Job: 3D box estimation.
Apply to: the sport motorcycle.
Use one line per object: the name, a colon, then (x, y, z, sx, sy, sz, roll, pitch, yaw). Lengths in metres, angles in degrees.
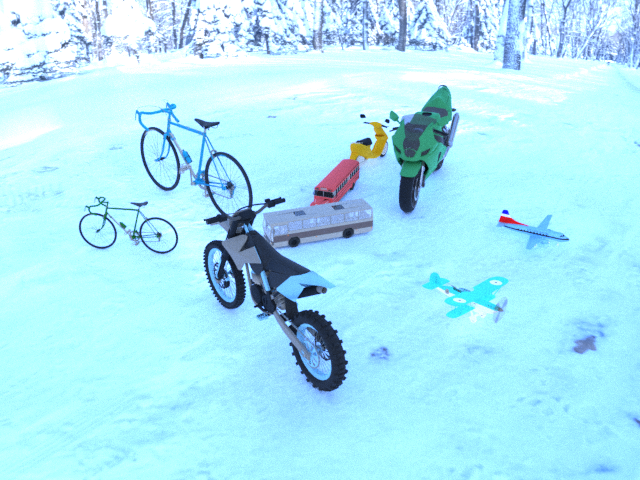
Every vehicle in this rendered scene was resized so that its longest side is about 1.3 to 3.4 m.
sport motorcycle: (1.854, -1.659, 12.301, 0.983, 1.596, 2.955, 9, 29, 18)

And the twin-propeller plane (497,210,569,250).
twin-propeller plane: (3.273, -0.184, 10.723, 1.095, 0.407, 1.370, 14, 30, 26)

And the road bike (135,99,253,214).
road bike: (-2.141, -1.353, 11.638, 3.004, 1.656, 0.696, 23, 35, 38)

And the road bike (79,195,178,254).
road bike: (-2.838, -0.213, 10.292, 1.545, 0.852, 0.358, 4, 27, 8)

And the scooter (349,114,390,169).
scooter: (0.962, -1.897, 13.511, 0.662, 0.919, 1.399, 17, 32, 30)

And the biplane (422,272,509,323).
biplane: (1.847, 0.707, 8.875, 1.090, 0.504, 1.336, 23, 35, 37)

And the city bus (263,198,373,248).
city bus: (-0.025, -0.249, 10.793, 1.674, 0.460, 0.476, -10, 29, -18)

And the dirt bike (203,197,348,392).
dirt bike: (-0.639, 0.485, 8.035, 1.024, 1.666, 2.903, -19, 33, -32)

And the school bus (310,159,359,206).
school bus: (0.262, -0.923, 12.137, 0.365, 0.434, 1.708, 10, 29, 19)
